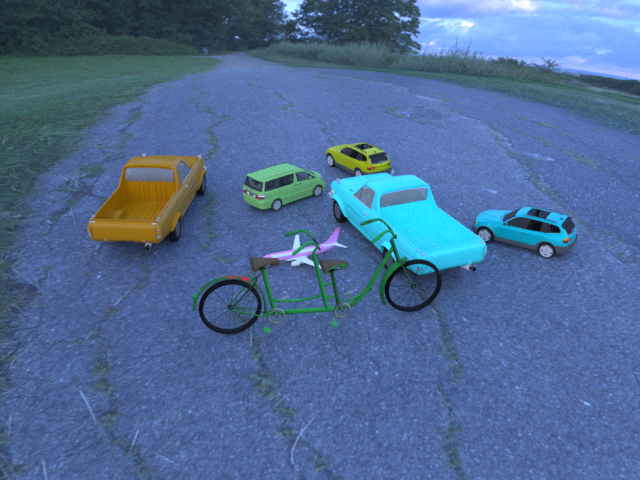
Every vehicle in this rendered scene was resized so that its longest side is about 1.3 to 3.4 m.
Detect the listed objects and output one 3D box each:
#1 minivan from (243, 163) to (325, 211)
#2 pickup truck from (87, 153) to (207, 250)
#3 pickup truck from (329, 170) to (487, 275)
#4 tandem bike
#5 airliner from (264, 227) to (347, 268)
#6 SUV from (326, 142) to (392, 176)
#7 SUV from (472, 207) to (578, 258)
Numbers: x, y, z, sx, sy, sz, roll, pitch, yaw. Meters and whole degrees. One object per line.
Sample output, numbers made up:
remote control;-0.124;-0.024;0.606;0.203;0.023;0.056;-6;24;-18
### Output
minivan;-0.603;-1.001;12.352;1.548;0.616;0.681;-22;34;-36
pickup truck;-2.747;-0.800;11.535;1.244;0.993;3.117;2;27;4
pickup truck;1.228;-0.392;10.723;1.244;0.993;3.117;-11;29;-20
tandem bike;0.017;0.465;8.653;3.192;1.326;0.550;-6;27;-11
airliner;-0.287;0.103;10.367;1.307;0.429;1.161;-10;28;-19
SUV;0.737;-1.606;13.593;0.656;0.580;1.572;-16;31;-29
SUV;3.159;-0.208;10.816;1.572;0.580;0.656;16;31;29
